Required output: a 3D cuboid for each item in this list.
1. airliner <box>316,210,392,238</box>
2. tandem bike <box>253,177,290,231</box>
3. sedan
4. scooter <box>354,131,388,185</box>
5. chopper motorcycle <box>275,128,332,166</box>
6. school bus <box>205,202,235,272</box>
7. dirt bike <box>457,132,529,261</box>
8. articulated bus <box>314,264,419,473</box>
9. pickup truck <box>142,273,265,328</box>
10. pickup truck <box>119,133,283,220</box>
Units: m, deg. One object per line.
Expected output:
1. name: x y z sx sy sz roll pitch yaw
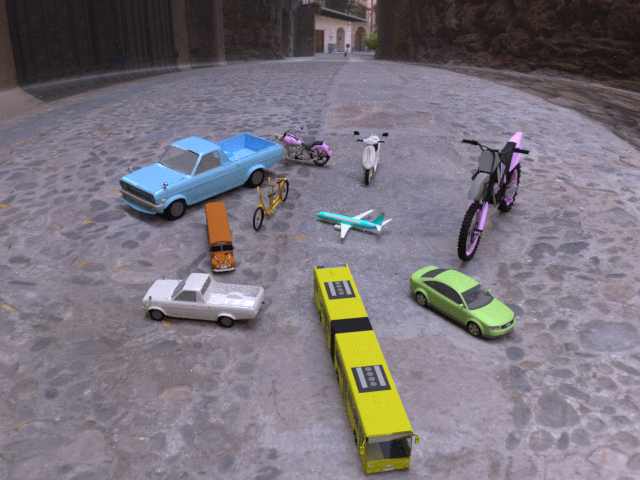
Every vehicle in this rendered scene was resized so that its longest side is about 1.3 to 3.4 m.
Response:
1. airliner: 0.504 -0.394 11.673 1.307 0.429 1.161 14 31 25
2. tandem bike: -0.828 -0.747 12.066 0.283 0.682 1.642 9 29 16
3. sedan: 1.908 0.771 9.430 0.635 0.483 1.613 -21 34 -34
4. scooter: 0.996 -1.723 13.643 0.662 0.919 1.399 5 28 9
5. chopper motorcycle: -0.527 -1.912 14.166 1.563 0.761 0.466 8 29 15
6. school bus: -1.587 -0.056 11.033 0.365 0.434 1.708 -5 29 -10
7. dirt bike: 2.802 -0.848 11.210 1.024 1.666 2.903 15 32 26
8. articulated bus: 0.409 1.328 8.304 0.605 0.561 3.401 -4 28 -8
9. pickup truck: -1.568 0.765 9.413 1.603 0.511 0.640 4 28 8
10. pickup truck: -2.122 -1.351 12.868 1.244 0.993 3.117 23 36 36
